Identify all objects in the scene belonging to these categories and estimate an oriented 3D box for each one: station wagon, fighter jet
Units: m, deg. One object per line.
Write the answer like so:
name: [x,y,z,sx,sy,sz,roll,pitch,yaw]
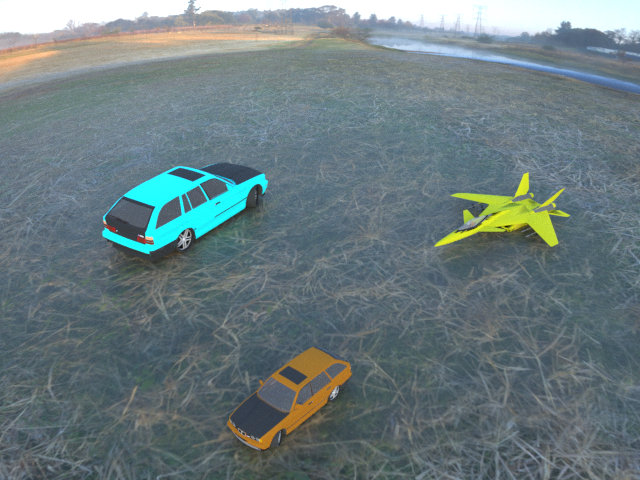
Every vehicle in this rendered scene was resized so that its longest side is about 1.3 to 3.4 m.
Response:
station wagon: [-0.327,1.728,7.938,0.682,0.473,1.597,23,37,34]
station wagon: [-2.155,-0.719,11.759,1.327,0.920,3.105,18,34,28]
fighter jet: [2.883,-0.431,11.621,2.640,0.557,2.229,-19,35,-30]
